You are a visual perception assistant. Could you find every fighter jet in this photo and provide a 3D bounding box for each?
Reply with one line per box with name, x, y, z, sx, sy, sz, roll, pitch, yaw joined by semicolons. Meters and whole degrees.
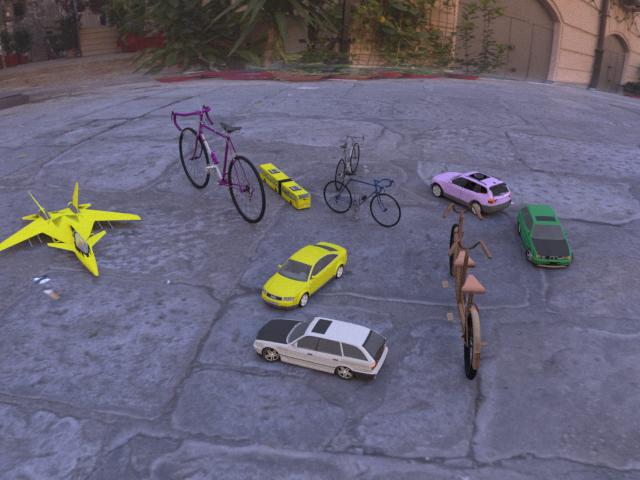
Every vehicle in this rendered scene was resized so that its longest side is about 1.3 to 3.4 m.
fighter jet;-3.873;-0.161;10.991;2.229;0.557;2.640;-15;31;-27

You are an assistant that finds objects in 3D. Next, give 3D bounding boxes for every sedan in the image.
sedan;-0.203;0.438;9.903;0.635;0.483;1.613;16;31;29

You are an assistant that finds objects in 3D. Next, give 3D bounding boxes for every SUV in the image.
SUV;2.675;-0.935;12.472;0.656;0.580;1.572;-18;32;-31

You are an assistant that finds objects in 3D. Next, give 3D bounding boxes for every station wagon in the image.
station wagon;-0.009;1.220;8.392;1.597;0.473;0.682;10;29;18
station wagon;3.512;-0.110;10.982;0.682;0.473;1.597;2;27;4

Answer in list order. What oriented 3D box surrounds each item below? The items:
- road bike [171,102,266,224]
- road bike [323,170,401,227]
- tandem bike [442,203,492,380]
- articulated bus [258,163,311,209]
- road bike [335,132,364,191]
road bike;-1.779;-1.393;12.188;0.696;1.656;3.004;-19;33;-32
road bike;0.693;-0.730;11.777;1.545;0.852;0.358;18;32;31
tandem bike;1.839;0.459;8.941;0.550;1.326;3.192;2;27;5
articulated bus;-0.671;-1.010;12.938;0.311;0.289;1.749;-13;30;-24
road bike;0.532;-1.524;13.323;0.358;0.852;1.545;9;29;17
